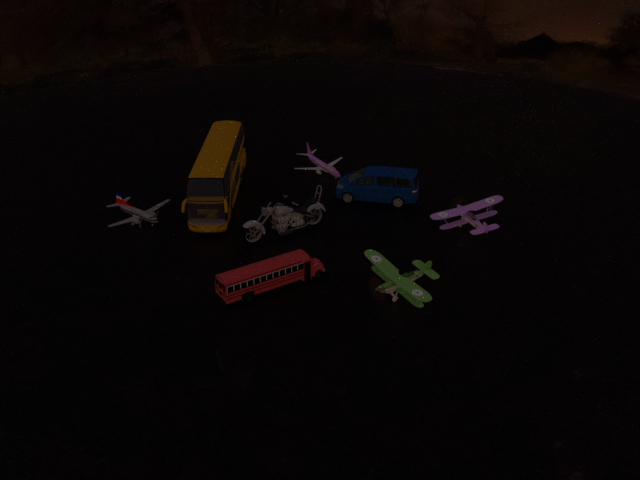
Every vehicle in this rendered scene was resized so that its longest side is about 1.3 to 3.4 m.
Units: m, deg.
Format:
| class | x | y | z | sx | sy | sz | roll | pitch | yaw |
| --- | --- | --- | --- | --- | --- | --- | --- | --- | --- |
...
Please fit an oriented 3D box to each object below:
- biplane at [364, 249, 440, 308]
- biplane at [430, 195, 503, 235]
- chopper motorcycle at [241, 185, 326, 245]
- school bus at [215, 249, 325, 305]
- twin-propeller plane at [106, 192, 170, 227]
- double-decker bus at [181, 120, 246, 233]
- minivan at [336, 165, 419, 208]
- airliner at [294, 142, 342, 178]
| class | x | y | z | sx | sy | sz | roll | pitch | yaw |
| --- | --- | --- | --- | --- | --- | --- | --- | --- | --- |
| biplane | 1.225 | 0.575 | 10.108 | 1.090 | 0.504 | 1.336 | -19 | 33 | -32 |
| biplane | 2.553 | -0.356 | 11.863 | 1.336 | 0.504 | 1.090 | -8 | 29 | -16 |
| chopper motorcycle | -0.604 | -0.426 | 11.721 | 1.563 | 0.761 | 0.466 | -15 | 32 | -26 |
| school bus | -0.703 | 0.511 | 10.303 | 1.708 | 0.434 | 0.365 | -17 | 32 | -29 |
| twin-propeller plane | -3.231 | -0.536 | 12.307 | 1.095 | 0.407 | 1.370 | 19 | 34 | 32 |
| double-decker bus | -1.867 | -1.205 | 12.879 | 0.756 | 1.052 | 3.251 | 0 | 28 | 1 |
| minivan | 1.063 | -1.034 | 13.023 | 1.548 | 0.616 | 0.681 | 6 | 29 | 11 |
| airliner | 0.050 | -1.622 | 14.331 | 1.161 | 0.429 | 1.307 | -16 | 32 | -28 |
